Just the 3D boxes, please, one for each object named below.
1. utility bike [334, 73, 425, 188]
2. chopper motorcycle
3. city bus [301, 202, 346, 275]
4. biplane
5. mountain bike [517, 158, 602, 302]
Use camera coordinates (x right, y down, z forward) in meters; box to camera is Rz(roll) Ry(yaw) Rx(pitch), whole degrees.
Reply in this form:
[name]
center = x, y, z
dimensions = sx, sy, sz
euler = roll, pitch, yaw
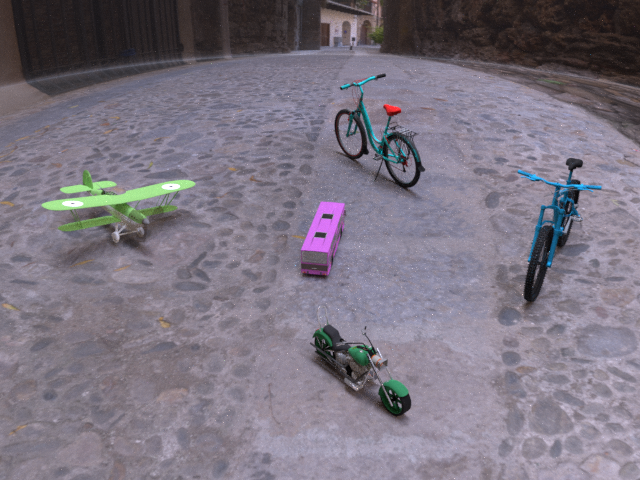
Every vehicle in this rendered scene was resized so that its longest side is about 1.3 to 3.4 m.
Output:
[utility bike]
center = 0.999, -2.099, 13.298
dimensions = 1.039, 1.839, 2.791
euler = -18, 34, -29
[chopper motorcycle]
center = 0.458, 1.388, 8.137
dimensions = 0.466, 0.761, 1.563
euler = -22, 36, -34
[city bus]
center = 0.066, -0.030, 10.996
dimensions = 0.476, 0.460, 1.674
euler = 5, 29, 9
[biplane]
center = -3.343, -0.603, 11.490
dimensions = 2.598, 0.981, 2.120
euler = -25, 38, -37
[mountain bike]
center = 3.472, -0.310, 10.237
dimensions = 1.114, 1.688, 2.857
euler = 15, 33, 25
